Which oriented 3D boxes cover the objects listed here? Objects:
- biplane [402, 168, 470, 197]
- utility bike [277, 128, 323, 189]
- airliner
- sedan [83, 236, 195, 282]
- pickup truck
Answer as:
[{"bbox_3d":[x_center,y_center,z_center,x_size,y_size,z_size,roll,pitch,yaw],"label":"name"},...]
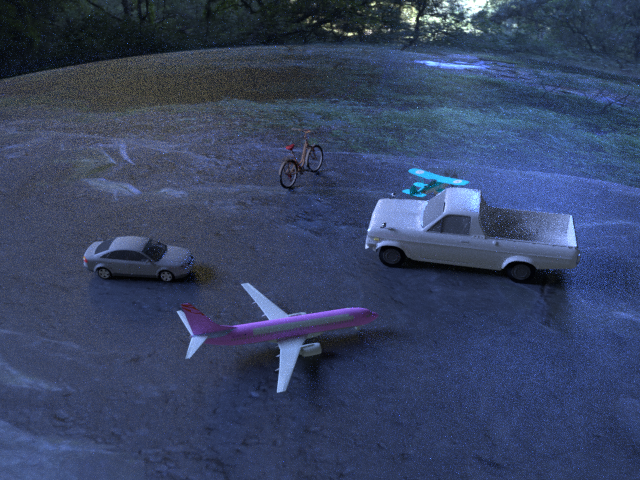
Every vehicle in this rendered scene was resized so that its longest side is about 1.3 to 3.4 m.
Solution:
[{"bbox_3d":[1.948,-0.942,12.311,1.090,0.504,1.336,-22,37,-33],"label":"biplane"},{"bbox_3d":[-0.395,-1.550,12.916,0.535,0.946,1.435,19,35,29],"label":"utility bike"},{"bbox_3d":[-0.458,0.952,8.733,2.541,0.835,2.257,-8,31,-14],"label":"airliner"},{"bbox_3d":[-2.659,0.239,10.305,1.613,0.483,0.635,3,30,4],"label":"sedan"},{"bbox_3d":[2.260,-0.170,10.501,3.117,0.993,1.244,7,31,11],"label":"pickup truck"}]
